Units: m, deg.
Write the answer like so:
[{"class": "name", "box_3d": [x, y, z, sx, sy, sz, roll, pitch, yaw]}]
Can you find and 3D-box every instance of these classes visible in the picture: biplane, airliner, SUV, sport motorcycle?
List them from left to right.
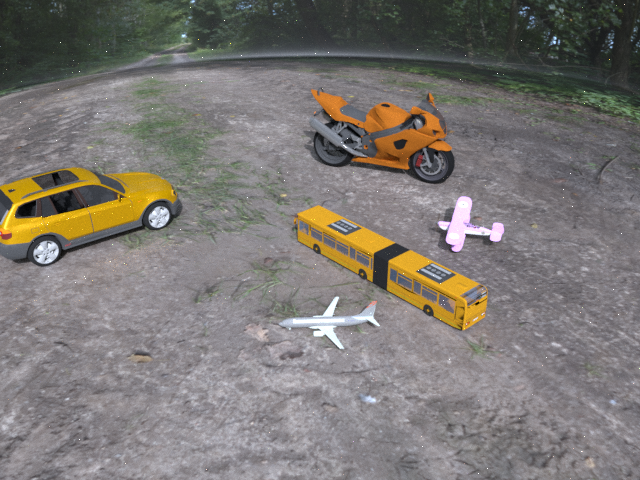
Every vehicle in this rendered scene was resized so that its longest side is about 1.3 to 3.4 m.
[{"class": "SUV", "box_3d": [-3.809, -0.584, 11.288, 3.058, 1.128, 1.276, -21, 35, -33]}, {"class": "airliner", "box_3d": [0.109, 0.986, 9.144, 1.307, 0.429, 1.161, -1, 29, -2]}, {"class": "sport motorcycle", "box_3d": [1.168, -2.014, 13.415, 2.955, 1.596, 0.983, 13, 31, 22]}, {"class": "biplane", "box_3d": [2.375, -0.173, 11.186, 1.090, 0.504, 1.336, 9, 30, 16]}]

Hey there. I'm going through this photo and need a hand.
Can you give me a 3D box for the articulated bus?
[{"class": "articulated bus", "box_3d": [0.908, 0.314, 10.235, 0.605, 0.561, 3.401, -23, 36, -36]}]
